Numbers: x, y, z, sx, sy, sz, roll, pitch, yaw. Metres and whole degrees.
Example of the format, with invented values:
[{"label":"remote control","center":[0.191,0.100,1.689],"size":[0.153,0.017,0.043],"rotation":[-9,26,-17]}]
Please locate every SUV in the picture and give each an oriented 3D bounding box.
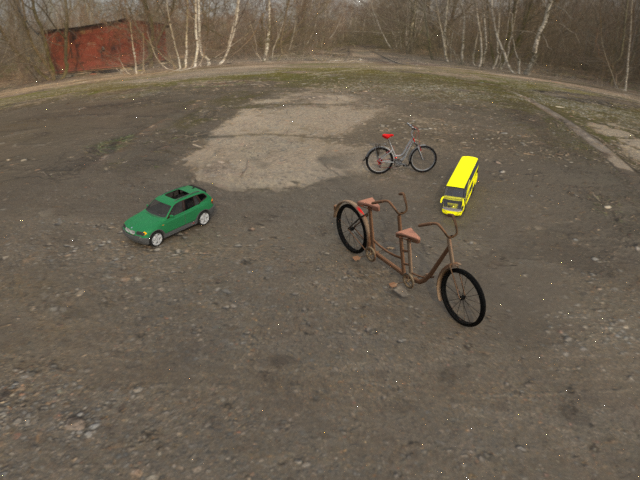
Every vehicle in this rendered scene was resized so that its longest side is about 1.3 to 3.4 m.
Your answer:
[{"label":"SUV","center":[-2.414,-0.426,11.219],"size":[0.656,0.580,1.572],"rotation":[21,34,35]}]

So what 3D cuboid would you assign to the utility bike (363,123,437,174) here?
[{"label":"utility bike","center":[1.527,-1.741,13.350],"size":[1.435,0.946,0.535],"rotation":[-2,28,-4]}]

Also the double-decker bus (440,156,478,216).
[{"label":"double-decker bus","center":[2.469,-0.946,12.261],"size":[0.389,0.541,1.672],"rotation":[10,29,18]}]

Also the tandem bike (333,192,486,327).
[{"label":"tandem bike","center":[1.118,0.021,9.551],"size":[0.550,1.326,3.192],"rotation":[-17,32,-30]}]
